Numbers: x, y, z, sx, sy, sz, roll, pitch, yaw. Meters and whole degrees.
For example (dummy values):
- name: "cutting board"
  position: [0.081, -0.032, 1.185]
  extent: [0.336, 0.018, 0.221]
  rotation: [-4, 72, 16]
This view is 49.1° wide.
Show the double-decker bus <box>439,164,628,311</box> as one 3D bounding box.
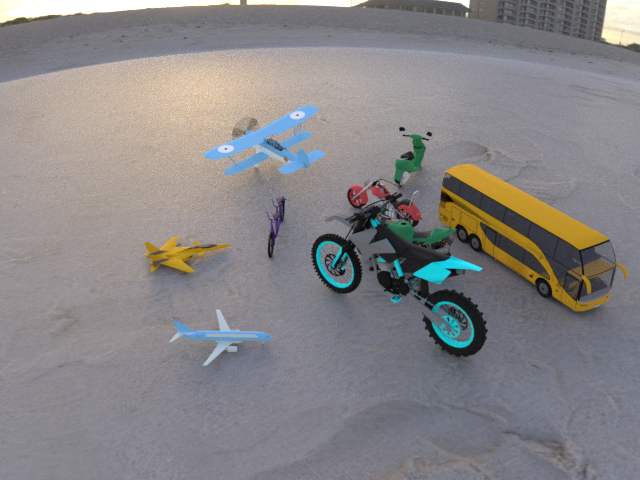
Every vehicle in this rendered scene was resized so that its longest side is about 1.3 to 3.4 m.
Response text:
- name: "double-decker bus"
  position: [3.049, -0.092, 10.577]
  extent: [0.756, 1.052, 3.251]
  rotation: [-16, 34, -25]

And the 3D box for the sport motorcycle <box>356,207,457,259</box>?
- name: "sport motorcycle"
  position: [1.280, 0.027, 10.602]
  extent: [1.520, 0.821, 0.506]
  rotation: [11, 32, 18]

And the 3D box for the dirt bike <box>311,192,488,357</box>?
- name: "dirt bike"
  position: [0.944, 0.373, 9.169]
  extent: [2.903, 1.666, 1.024]
  rotation: [25, 39, 36]

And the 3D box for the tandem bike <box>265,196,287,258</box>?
- name: "tandem bike"
  position: [-0.702, -0.343, 11.374]
  extent: [0.283, 0.682, 1.642]
  rotation: [3, 30, 5]

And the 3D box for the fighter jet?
- name: "fighter jet"
  position: [-2.038, 0.131, 10.953]
  extent: [1.358, 0.286, 1.147]
  rotation: [-12, 32, -19]

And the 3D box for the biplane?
- name: "biplane"
  position: [-0.900, -1.738, 13.468]
  extent: [2.598, 0.981, 2.120]
  rotation: [-23, 37, -33]

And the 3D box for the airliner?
- name: "airliner"
  position: [-1.259, 1.165, 9.039]
  extent: [1.307, 0.429, 1.161]
  rotation: [0, 30, 0]

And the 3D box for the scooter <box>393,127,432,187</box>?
- name: "scooter"
  position: [1.731, -1.614, 13.318]
  extent: [0.662, 0.919, 1.399]
  rotation: [15, 33, 24]

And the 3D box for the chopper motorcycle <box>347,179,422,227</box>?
- name: "chopper motorcycle"
  position: [1.075, -0.713, 11.930]
  extent: [0.466, 0.761, 1.563]
  rotation: [-26, 39, -37]
